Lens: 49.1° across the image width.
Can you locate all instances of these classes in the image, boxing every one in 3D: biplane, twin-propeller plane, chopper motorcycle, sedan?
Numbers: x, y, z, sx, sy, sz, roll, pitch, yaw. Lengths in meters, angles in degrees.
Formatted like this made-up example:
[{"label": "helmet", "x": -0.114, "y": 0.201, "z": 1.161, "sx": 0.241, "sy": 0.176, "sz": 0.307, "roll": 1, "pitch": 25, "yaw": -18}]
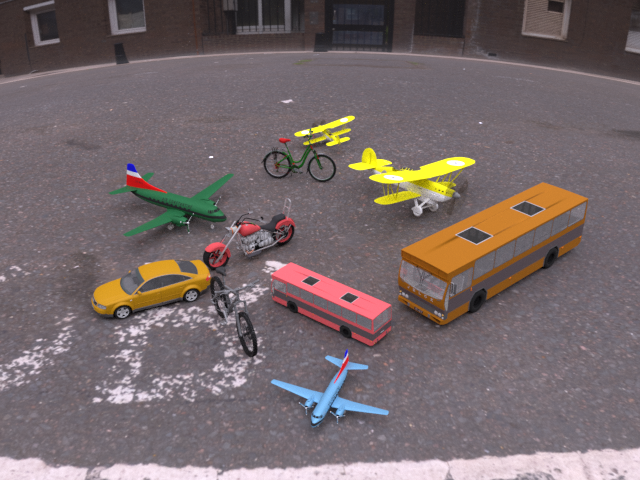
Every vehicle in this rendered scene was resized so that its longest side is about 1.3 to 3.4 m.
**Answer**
[{"label": "biplane", "x": 0.168, "y": -2.156, "z": 14.400, "sx": 1.336, "sy": 0.504, "sz": 1.090, "roll": -12, "pitch": 31, "yaw": -21}, {"label": "biplane", "x": 1.522, "y": -1.036, "z": 11.905, "sx": 2.120, "sy": 0.981, "sz": 2.598, "roll": 26, "pitch": 38, "yaw": 38}, {"label": "twin-propeller plane", "x": 0.128, "y": 1.638, "z": 7.700, "sx": 1.370, "sy": 0.407, "sz": 1.095, "roll": 11, "pitch": 31, "yaw": 19}, {"label": "chopper motorcycle", "x": -1.040, "y": -0.095, "z": 10.443, "sx": 1.563, "sy": 0.761, "sz": 0.466, "roll": -20, "pitch": 35, "yaw": -31}, {"label": "sedan", "x": -2.275, "y": 0.601, "z": 9.480, "sx": 1.613, "sy": 0.483, "sz": 0.635, "roll": -13, "pitch": 32, "yaw": -22}, {"label": "twin-propeller plane", "x": -2.404, "y": -0.716, "z": 11.524, "sx": 2.129, "sy": 0.792, "sz": 2.663, "roll": 16, "pitch": 33, "yaw": 26}]

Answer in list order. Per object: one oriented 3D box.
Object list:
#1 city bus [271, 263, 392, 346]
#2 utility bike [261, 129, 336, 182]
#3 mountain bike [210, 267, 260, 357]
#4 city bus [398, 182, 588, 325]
[{"label": "city bus", "x": 0.121, "y": 0.828, "z": 9.098, "sx": 1.674, "sy": 0.460, "sz": 0.476, "roll": 21, "pitch": 36, "yaw": 33}, {"label": "utility bike", "x": -0.393, "y": -1.568, "z": 12.894, "sx": 1.435, "sy": 0.946, "sz": 0.535, "roll": 6, "pitch": 30, "yaw": 10}, {"label": "mountain bike", "x": -1.103, "y": 0.808, "z": 8.715, "sx": 0.573, "sy": 0.868, "sz": 1.469, "roll": -15, "pitch": 32, "yaw": -24}, {"label": "city bus", "x": 2.506, "y": 0.138, "z": 9.890, "sx": 3.255, "sy": 0.894, "sz": 0.926, "roll": -23, "pitch": 36, "yaw": -35}]
